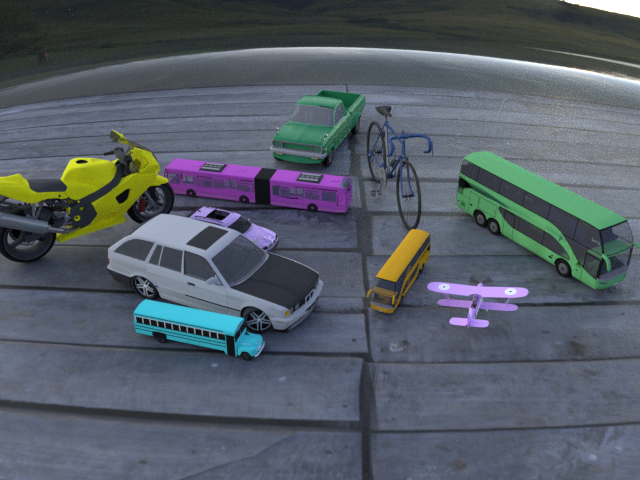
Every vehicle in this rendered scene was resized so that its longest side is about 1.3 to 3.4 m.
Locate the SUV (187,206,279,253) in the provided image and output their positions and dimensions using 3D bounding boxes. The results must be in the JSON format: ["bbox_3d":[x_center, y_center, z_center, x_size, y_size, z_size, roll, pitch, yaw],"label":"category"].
[{"bbox_3d":[-1.424,-0.115,11.015,1.572,0.580,0.656,13,33,21],"label":"SUV"}]

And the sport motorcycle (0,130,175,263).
[{"bbox_3d":[-3.687,-0.665,10.950,2.955,1.596,0.983,-20,36,-30],"label":"sport motorcycle"}]

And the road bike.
[{"bbox_3d":[1.245,-1.390,12.133,0.697,1.656,3.004,-6,31,-11],"label":"road bike"}]

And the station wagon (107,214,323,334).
[{"bbox_3d":[-1.488,0.367,9.851,3.105,0.920,1.327,14,33,22],"label":"station wagon"}]

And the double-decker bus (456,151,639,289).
[{"bbox_3d":[3.443,-0.361,10.968,0.756,1.052,3.251,-17,34,-26],"label":"double-decker bus"}]

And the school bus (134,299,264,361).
[{"bbox_3d":[-1.551,1.145,8.999,1.708,0.434,0.365,9,31,15],"label":"school bus"}]

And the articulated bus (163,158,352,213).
[{"bbox_3d":[-1.136,-0.981,12.519,3.401,0.561,0.605,7,31,12],"label":"articulated bus"}]

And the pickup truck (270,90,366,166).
[{"bbox_3d":[0.028,-2.521,14.730,1.244,0.993,3.117,10,32,16],"label":"pickup truck"}]

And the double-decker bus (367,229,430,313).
[{"bbox_3d":[1.176,0.444,10.095,0.389,0.541,1.672,14,33,22],"label":"double-decker bus"}]

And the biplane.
[{"bbox_3d":[2.061,0.866,9.408,1.336,0.504,1.090,11,32,18],"label":"biplane"}]
